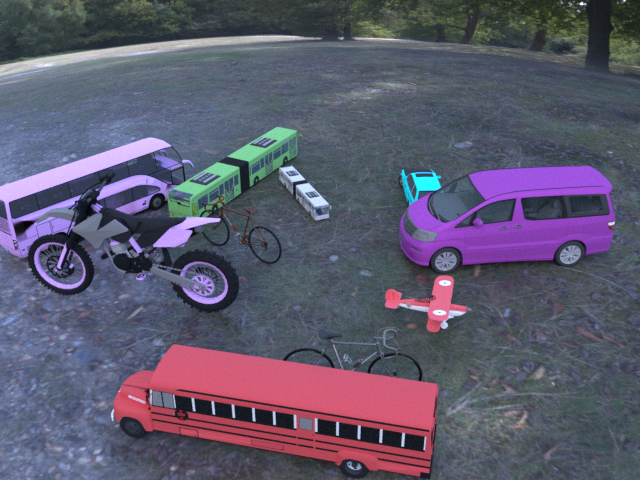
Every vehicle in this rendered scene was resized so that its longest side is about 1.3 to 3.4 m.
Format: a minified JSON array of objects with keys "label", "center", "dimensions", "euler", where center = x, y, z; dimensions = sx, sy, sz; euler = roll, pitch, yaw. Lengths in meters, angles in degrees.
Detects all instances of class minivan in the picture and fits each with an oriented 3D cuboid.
[{"label":"minivan","center":[2.688,-0.357,10.232],"dimensions":[3.011,1.197,1.324],"euler":[-3,30,-5]}]

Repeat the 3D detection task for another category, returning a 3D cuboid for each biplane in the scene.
[{"label":"biplane","center":[1.367,0.815,8.869],"dimensions":[1.090,0.504,1.336],"euler":[7,30,12]}]

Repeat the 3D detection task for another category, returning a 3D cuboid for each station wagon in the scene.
[{"label":"station wagon","center":[1.758,-0.909,11.935],"dimensions":[0.682,0.473,1.597],"euler":[-1,30,-2]}]

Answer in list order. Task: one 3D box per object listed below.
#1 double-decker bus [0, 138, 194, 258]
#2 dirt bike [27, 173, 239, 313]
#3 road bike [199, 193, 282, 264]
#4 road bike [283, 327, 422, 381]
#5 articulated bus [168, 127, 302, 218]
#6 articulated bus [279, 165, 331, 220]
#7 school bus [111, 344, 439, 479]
[{"label":"double-decker bus","center":[-3.509,-0.759,11.087],"dimensions":[0.756,1.052,3.251],"euler":[24,37,35]},{"label":"dirt bike","center":[-2.459,0.113,8.929],"dimensions":[2.903,1.666,1.024],"euler":[5,30,9]},{"label":"road bike","center":[-1.193,-0.164,10.242],"dimensions":[1.545,0.852,0.358],"euler":[18,34,28]},{"label":"road bike","center":[0.341,1.336,7.602],"dimensions":[1.545,0.852,0.358],"euler":[2,30,4]},{"label":"articulated bus","center":[-1.416,-1.217,12.389],"dimensions":[0.605,0.561,3.401],"euler":[15,33,24]},{"label":"articulated bus","center":[-0.291,-0.826,11.977],"dimensions":[0.311,0.289,1.749],"euler":[-12,32,-20]},{"label":"school bus","center":[-0.510,1.674,7.014],"dimensions":[3.322,0.844,0.709],"euler":[7,30,11]}]
